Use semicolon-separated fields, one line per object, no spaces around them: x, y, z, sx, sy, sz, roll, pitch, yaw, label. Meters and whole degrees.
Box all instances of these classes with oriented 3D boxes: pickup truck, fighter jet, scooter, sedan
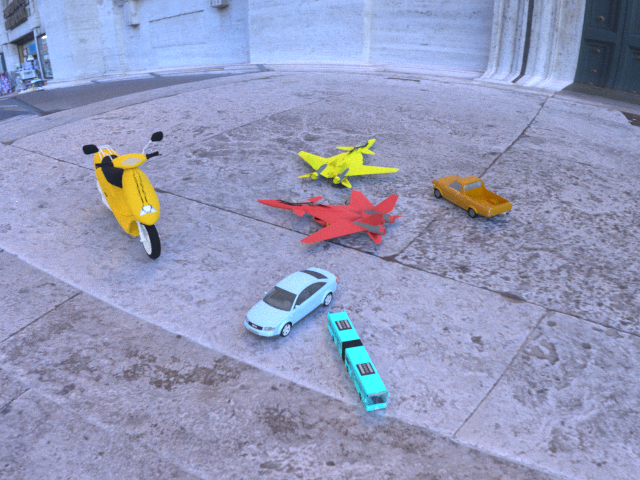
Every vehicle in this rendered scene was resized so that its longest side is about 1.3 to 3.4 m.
2.741;-0.849;12.752;0.640;0.511;1.603;-16;32;-27;pickup truck
0.651;-1.833;14.520;2.229;0.557;2.640;13;31;23;fighter jet
-3.221;-0.930;11.565;1.288;1.786;2.721;-16;32;-27;scooter
0.028;-0.603;12.251;2.640;0.557;2.229;12;31;22;fighter jet
-0.390;0.812;9.719;0.635;0.483;1.613;20;34;32;sedan

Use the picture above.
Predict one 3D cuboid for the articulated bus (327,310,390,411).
0.434;1.457;8.732;0.311;0.289;1.749;-7;29;-13;articulated bus
